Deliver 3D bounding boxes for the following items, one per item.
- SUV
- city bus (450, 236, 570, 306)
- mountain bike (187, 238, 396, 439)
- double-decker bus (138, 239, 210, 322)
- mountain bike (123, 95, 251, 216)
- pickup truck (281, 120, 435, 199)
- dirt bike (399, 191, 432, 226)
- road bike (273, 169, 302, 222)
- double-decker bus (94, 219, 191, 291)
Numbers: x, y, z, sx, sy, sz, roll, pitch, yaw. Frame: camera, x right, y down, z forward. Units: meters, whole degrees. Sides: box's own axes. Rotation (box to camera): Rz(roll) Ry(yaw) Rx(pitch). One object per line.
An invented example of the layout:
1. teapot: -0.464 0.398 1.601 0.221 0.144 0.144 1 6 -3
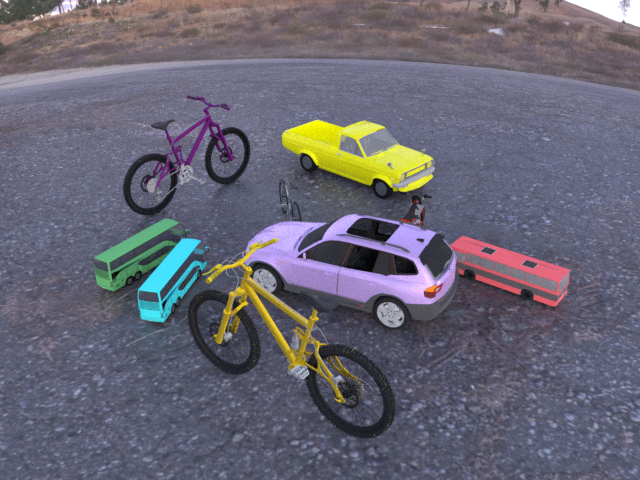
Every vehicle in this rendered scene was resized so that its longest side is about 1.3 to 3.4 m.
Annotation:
1. SUV: 0.383 0.246 9.706 3.058 1.128 1.276 13 31 23
2. city bus: 2.672 0.446 10.040 1.674 0.460 0.476 20 34 33
3. mountain bike: -0.413 1.063 7.594 2.857 1.688 1.114 19 34 31
4. double-decker bus: -2.031 0.514 9.828 0.389 0.541 1.672 6 29 12
5. mountain bike: -2.302 -1.527 12.413 1.114 1.688 2.857 22 35 35
6. pickup truck: 0.684 -1.745 13.553 3.117 0.993 1.244 24 36 37
7. dirt bike: 1.422 -0.276 10.964 0.527 0.857 1.493 11 30 20
8. road bike: -0.504 -0.652 11.669 0.358 0.852 1.545 -8 29 -14
9. double-decker bus: -2.627 0.181 10.448 0.389 0.541 1.672 16 32 28
